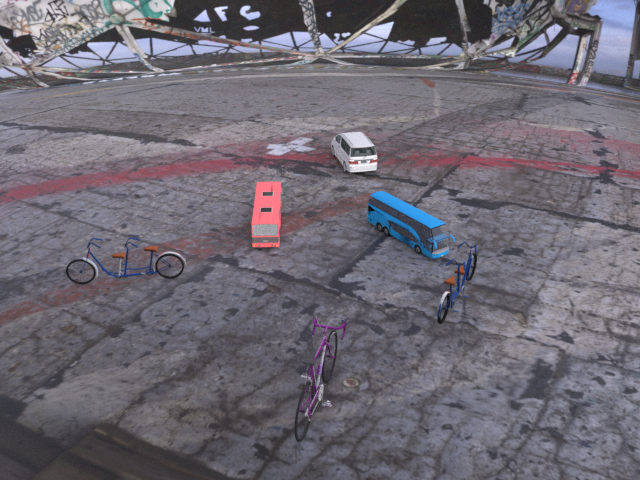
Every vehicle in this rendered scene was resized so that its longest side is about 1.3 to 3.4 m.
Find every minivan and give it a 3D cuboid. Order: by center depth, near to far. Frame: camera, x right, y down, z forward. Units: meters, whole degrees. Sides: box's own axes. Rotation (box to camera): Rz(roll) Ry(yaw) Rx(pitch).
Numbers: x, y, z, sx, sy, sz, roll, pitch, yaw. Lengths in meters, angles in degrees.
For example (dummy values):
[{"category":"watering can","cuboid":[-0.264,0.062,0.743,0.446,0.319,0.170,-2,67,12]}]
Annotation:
[{"category":"minivan","cuboid":[0.657,-1.808,13.854,0.681,0.616,1.548,-6,28,-12]}]

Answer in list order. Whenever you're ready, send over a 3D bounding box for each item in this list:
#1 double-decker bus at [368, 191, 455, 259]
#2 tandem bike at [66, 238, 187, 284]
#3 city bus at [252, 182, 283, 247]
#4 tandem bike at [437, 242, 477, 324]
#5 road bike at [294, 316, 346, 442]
[{"category":"double-decker bus","cuboid":[1.366,-0.237,10.862,0.389,0.541,1.672,-17,32,-30]},{"category":"tandem bike","cuboid":[-2.690,0.280,9.695,1.642,0.682,0.283,-4,27,-7]},{"category":"city bus","cuboid":[-0.847,-0.412,11.294,0.476,0.460,1.674,-1,27,-2]},{"category":"tandem bike","cuboid":[1.836,0.505,9.255,0.283,0.682,1.642,13,30,24]},{"category":"road bike","cuboid":[-0.022,1.392,7.331,0.358,0.852,1.545,8,28,14]}]
